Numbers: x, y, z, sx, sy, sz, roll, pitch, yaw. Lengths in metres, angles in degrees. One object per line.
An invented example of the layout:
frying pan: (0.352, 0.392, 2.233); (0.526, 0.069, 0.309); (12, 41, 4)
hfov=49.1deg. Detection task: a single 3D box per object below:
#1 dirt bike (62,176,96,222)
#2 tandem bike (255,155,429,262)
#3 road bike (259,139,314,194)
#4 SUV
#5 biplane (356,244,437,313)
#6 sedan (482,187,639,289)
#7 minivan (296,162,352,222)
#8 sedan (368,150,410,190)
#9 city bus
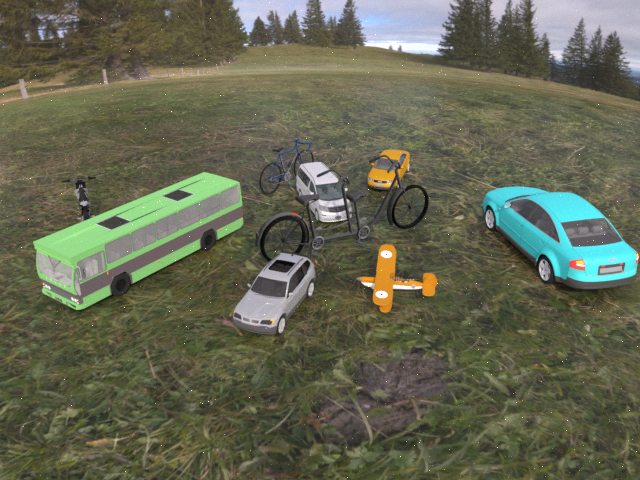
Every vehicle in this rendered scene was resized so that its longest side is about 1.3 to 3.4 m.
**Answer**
dirt bike: (-3.847, -0.547, 11.394); (0.527, 0.857, 1.493); (-10, 28, -19)
tandem bike: (0.431, -0.507, 10.784); (3.192, 1.326, 0.550); (-15, 30, -27)
road bike: (-0.607, -1.406, 13.142); (0.358, 0.852, 1.545); (20, 32, 34)
SUV: (-0.576, 0.667, 9.246); (0.656, 0.580, 1.572); (10, 28, 19)
biplane: (1.034, 0.590, 9.488); (1.090, 0.504, 1.336); (4, 27, 8)
sedan: (3.547, -0.250, 10.698); (1.235, 0.940, 3.137); (-6, 27, -12)
minivan: (0.058, -0.843, 12.267); (0.681, 0.616, 1.548); (-8, 28, -17)
sedan: (1.348, -1.426, 13.598); (0.635, 0.483, 1.613); (8, 27, 16)
city bus: (-2.522, -0.055, 10.355); (0.926, 0.894, 3.255); (18, 31, 32)
